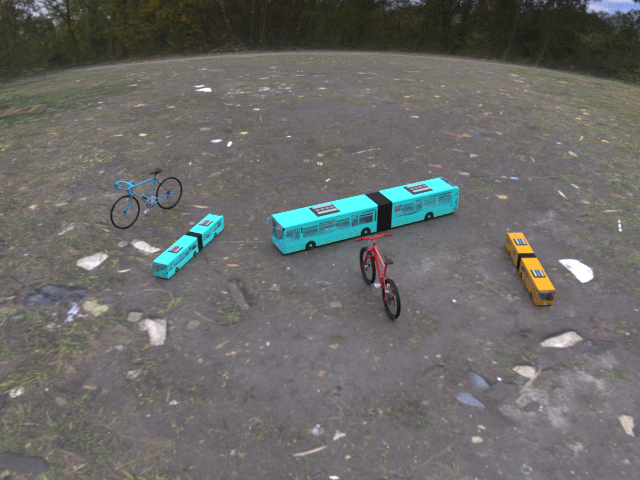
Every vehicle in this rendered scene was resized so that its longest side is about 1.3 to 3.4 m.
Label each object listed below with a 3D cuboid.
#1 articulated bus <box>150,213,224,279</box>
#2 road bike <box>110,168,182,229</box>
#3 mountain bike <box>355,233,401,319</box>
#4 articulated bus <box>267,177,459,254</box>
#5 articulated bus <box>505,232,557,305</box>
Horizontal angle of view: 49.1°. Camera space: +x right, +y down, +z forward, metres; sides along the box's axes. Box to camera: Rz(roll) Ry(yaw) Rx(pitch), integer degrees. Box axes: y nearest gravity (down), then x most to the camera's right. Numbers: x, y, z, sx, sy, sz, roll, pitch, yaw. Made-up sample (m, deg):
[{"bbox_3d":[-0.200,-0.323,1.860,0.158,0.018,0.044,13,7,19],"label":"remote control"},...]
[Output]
[{"bbox_3d":[-2.068,0.068,11.163,0.311,0.289,1.749,11,32,19],"label":"articulated bus"},{"bbox_3d":[-2.979,-0.761,12.050,0.358,0.852,1.545,22,36,33],"label":"road bike"},{"bbox_3d":[0.842,0.457,9.895,0.573,0.868,1.469,-9,31,-15],"label":"mountain bike"},{"bbox_3d":[0.799,-0.444,11.787,3.401,0.561,0.605,-14,32,-23],"label":"articulated bus"},{"bbox_3d":[3.149,0.397,10.586,0.311,0.289,1.749,-1,30,-1],"label":"articulated bus"}]
